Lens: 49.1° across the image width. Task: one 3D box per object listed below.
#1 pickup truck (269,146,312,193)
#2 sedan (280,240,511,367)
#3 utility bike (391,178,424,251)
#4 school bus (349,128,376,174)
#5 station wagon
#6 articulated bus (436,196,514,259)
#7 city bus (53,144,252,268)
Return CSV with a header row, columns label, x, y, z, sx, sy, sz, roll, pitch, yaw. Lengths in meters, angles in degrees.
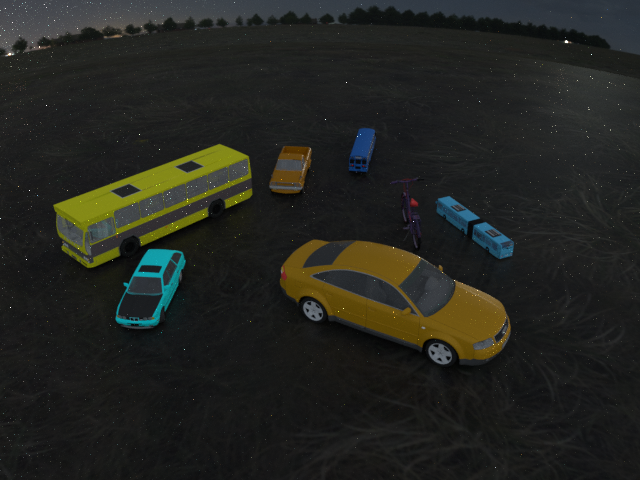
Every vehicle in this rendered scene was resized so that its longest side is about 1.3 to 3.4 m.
label,x,y,z,sx,sy,sz,roll,pitch,yaw
pickup truck,-0.533,-1.379,13.110,0.640,0.511,1.603,3,31,5
sedan,0.951,0.678,9.222,3.137,0.940,1.235,16,34,25
utility bike,1.402,-0.471,11.153,0.535,0.946,1.435,-3,31,-5
school bus,0.861,-1.808,13.908,0.365,0.434,1.708,5,31,9
station wagon,-2.356,0.617,9.782,0.682,0.473,1.597,3,31,4
articulated bus,2.483,-0.227,11.386,0.311,0.289,1.749,-14,33,-22
city bus,-2.592,-0.599,11.419,0.926,0.894,3.255,26,39,36
